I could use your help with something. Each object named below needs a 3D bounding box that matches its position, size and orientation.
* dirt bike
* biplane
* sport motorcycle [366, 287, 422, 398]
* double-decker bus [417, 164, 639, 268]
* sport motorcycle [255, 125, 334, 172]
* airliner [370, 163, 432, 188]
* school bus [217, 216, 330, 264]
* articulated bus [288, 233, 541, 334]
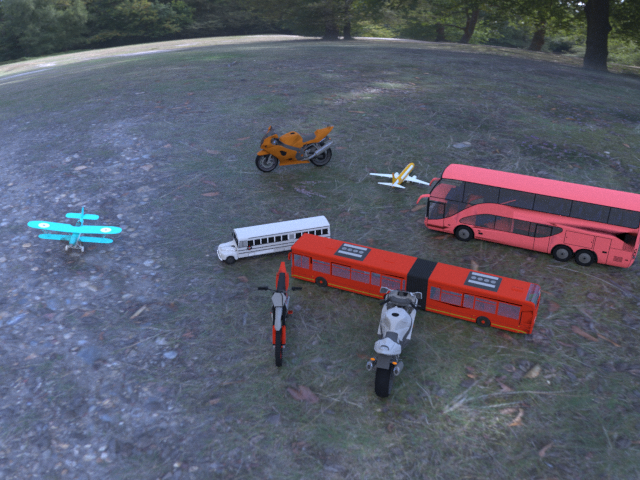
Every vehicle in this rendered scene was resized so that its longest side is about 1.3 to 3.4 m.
[{"bbox_3d":[-0.475,0.845,8.637,0.527,0.857,1.493,0,30,0],"label":"dirt bike"},{"bbox_3d":[-3.692,-0.150,10.721,1.336,0.504,1.090,-3,30,-6],"label":"biplane"},{"bbox_3d":[0.858,1.136,8.166,0.506,0.821,1.520,8,31,13],"label":"sport motorcycle"},{"bbox_3d":[3.133,-0.407,10.619,3.251,1.052,0.756,12,32,21],"label":"double-decker bus"},{"bbox_3d":[-0.475,-1.717,13.130,1.520,0.821,0.506,-8,31,-14],"label":"sport motorcycle"},{"bbox_3d":[1.507,-1.247,12.705,1.161,0.429,1.307,13,32,21],"label":"airliner"},{"bbox_3d":[-0.698,-0.012,10.552,1.708,0.434,0.365,-9,31,-15],"label":"school bus"},{"bbox_3d":[1.187,0.548,9.450,3.401,0.561,0.605,13,32,21],"label":"articulated bus"}]
